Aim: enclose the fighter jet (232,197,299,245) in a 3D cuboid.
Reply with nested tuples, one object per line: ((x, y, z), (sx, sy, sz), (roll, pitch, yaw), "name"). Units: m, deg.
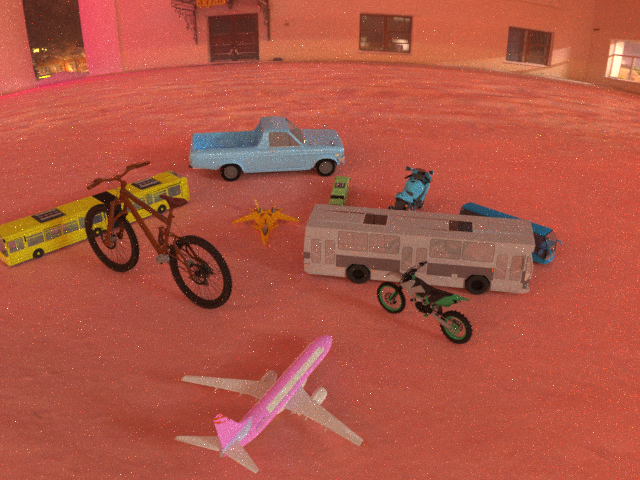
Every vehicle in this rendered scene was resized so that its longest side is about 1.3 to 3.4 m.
((-0.923, -0.321, 11.841), (1.147, 0.286, 1.358), (-1, 28, -2), "fighter jet")

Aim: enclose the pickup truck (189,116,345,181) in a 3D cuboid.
((-1.060, -1.891, 14.018), (3.117, 0.993, 1.244), (-3, 28, -6), "pickup truck")

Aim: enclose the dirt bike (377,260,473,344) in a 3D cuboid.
((1.351, 0.788, 9.175), (1.493, 0.857, 0.527), (23, 36, 36), "dirt bike")

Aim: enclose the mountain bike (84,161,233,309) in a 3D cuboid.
((-2.372, -0.057, 9.870), (2.857, 1.688, 1.114), (18, 33, 30), "mountain bike")

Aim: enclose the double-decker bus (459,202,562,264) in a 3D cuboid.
((2.993, -0.107, 11.175), (1.672, 0.541, 0.389), (23, 36, 36), "double-decker bus")

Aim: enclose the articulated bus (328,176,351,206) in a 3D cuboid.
((0.318, -0.690, 12.526), (0.311, 0.289, 1.749), (3, 28, 6), "articulated bus")

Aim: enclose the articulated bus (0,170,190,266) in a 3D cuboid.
((-3.743, -0.432, 11.758), (3.401, 0.561, 0.605), (-25, 37, -38), "articulated bus")

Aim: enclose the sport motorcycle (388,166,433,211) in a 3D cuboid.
((1.564, -0.711, 12.002), (0.506, 0.821, 1.520), (12, 31, 22), "sport motorcycle")

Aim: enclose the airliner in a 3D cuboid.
((-0.448, 1.552, 7.776), (2.257, 0.835, 2.541), (14, 31, 24), "airliner")

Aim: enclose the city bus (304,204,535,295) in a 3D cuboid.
((1.429, 0.146, 10.331), (3.255, 0.894, 0.926), (5, 29, 9), "city bus")
